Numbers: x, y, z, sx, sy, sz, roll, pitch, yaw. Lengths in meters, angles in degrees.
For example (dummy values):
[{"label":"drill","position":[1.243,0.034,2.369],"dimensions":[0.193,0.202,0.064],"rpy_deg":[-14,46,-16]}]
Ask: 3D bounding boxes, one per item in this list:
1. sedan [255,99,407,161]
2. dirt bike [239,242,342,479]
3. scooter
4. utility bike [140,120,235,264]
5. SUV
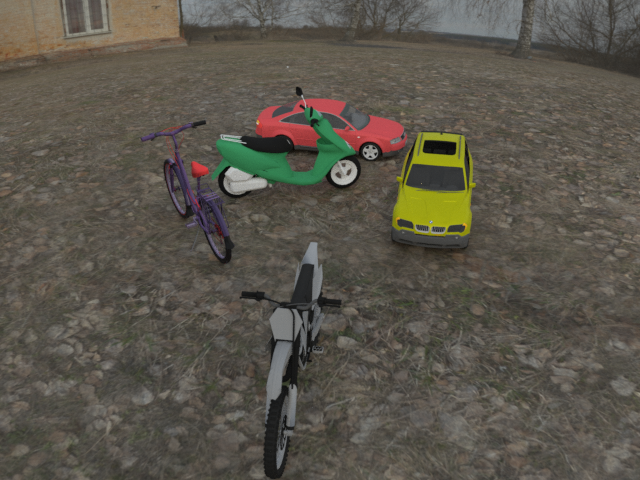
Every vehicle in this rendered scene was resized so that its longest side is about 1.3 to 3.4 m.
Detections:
[{"label":"sedan","position":[0.231,-2.349,14.414],"dimensions":[3.137,0.940,1.235],"rpy_deg":[6,31,11]},{"label":"dirt bike","position":[-0.246,1.115,7.695],"dimensions":[1.024,1.666,2.903],"rpy_deg":[4,30,8]},{"label":"scooter","position":[-0.577,-1.639,12.340],"dimensions":[2.721,1.786,1.288],"rpy_deg":[-6,31,-10]},{"label":"utility bike","position":[-2.049,-0.787,10.814],"dimensions":[1.039,1.839,2.791],"rpy_deg":[-16,34,-26]},{"label":"SUV","position":[1.944,-0.923,11.760],"dimensions":[1.276,1.128,3.058],"rpy_deg":[6,31,10]}]
